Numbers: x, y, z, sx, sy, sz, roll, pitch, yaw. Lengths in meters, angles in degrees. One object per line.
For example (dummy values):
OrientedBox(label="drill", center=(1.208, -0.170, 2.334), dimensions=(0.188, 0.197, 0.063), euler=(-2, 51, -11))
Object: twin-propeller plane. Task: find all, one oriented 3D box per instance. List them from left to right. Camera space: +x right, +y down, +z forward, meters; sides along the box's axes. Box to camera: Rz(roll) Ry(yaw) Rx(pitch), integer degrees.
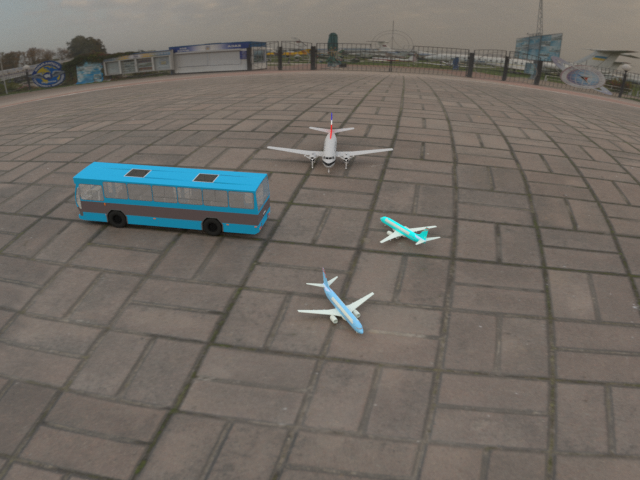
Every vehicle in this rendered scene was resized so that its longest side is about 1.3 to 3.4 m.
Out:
OrientedBox(label="twin-propeller plane", center=(0.219, -2.078, 14.948), dimensions=(2.663, 0.792, 2.129), euler=(1, 27, 2))

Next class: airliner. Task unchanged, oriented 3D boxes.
OrientedBox(label="airliner", center=(0.290, 0.839, 9.603), dimensions=(1.161, 0.429, 1.307), euler=(-11, 29, -21))
OrientedBox(label="airliner", center=(1.405, -0.239, 11.725), dimensions=(1.161, 0.429, 1.307), euler=(-15, 31, -28))

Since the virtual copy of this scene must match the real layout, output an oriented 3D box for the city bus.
OrientedBox(label="city bus", center=(-2.541, -0.703, 12.127), dimensions=(3.255, 0.894, 0.926), euler=(5, 27, 9))
